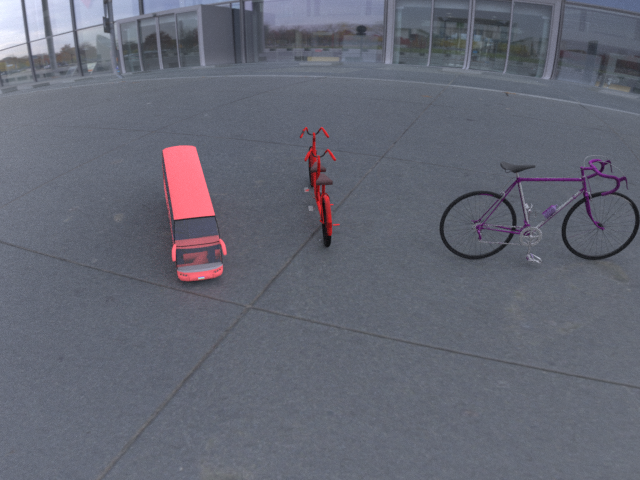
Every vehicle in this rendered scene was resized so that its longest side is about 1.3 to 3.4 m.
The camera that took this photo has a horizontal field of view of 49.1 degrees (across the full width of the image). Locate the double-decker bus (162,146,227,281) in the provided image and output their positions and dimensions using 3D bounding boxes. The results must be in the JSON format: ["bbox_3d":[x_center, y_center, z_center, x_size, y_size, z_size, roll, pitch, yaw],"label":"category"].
[{"bbox_3d":[-2.090,-0.485,11.201,0.756,1.052,3.251,-7,29,-13],"label":"double-decker bus"}]

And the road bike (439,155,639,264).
[{"bbox_3d":[3.311,-0.429,10.456,3.004,1.656,0.697,0,28,0],"label":"road bike"}]

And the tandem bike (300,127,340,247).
[{"bbox_3d":[-0.024,-1.045,11.959,0.550,1.326,3.192,-3,28,-5],"label":"tandem bike"}]
